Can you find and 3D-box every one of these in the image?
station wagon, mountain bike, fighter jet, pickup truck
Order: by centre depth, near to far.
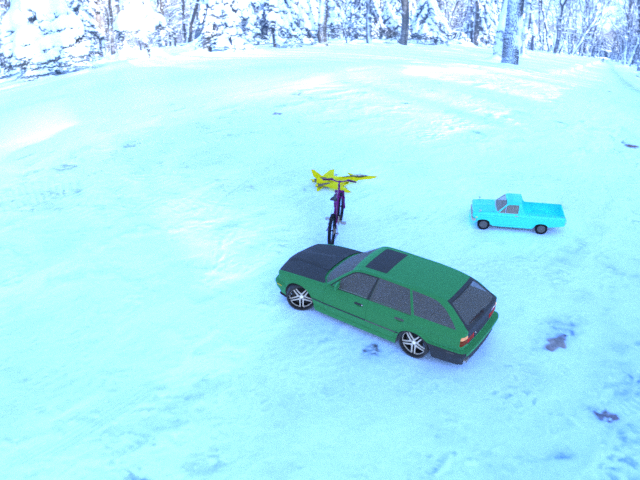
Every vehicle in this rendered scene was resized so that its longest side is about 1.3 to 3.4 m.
[{"bbox_3d":[0.837,0.645,9.621,3.105,0.920,1.327,19,34,30],"label":"station wagon"},{"bbox_3d":[0.280,-0.504,11.725,0.573,0.868,1.469,5,30,9],"label":"mountain bike"},{"bbox_3d":[3.401,-0.493,12.070,1.603,0.511,0.640,5,30,9],"label":"pickup truck"},{"bbox_3d":[0.508,-1.233,13.618,1.358,0.286,1.147,-8,30,-14],"label":"fighter jet"}]
